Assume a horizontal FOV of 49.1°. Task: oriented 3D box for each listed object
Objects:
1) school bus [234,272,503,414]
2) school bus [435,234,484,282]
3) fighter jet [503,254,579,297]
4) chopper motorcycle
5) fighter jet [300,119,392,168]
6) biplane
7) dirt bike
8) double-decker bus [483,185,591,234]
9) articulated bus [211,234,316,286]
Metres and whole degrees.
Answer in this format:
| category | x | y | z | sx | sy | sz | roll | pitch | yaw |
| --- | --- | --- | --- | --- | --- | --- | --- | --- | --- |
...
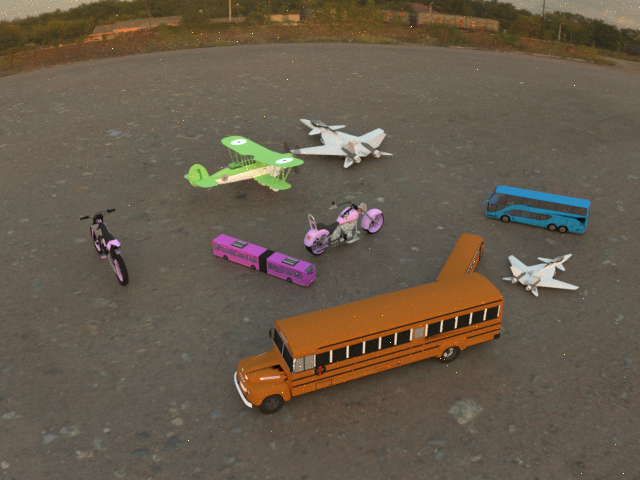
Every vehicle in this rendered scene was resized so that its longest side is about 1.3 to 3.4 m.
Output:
| category | x | y | z | sx | sy | sz | roll | pitch | yaw |
| --- | --- | --- | --- | --- | --- | --- | --- | --- | --- |
| school bus | 0.608 | 1.183 | 8.395 | 3.322 | 0.844 | 0.709 | -12 | 33 | -19 |
| school bus | 2.051 | 0.365 | 10.183 | 0.365 | 0.434 | 1.708 | 13 | 33 | 21 |
| fighter jet | 3.350 | 0.371 | 10.318 | 1.358 | 0.286 | 1.147 | -24 | 38 | -34 |
| chopper motorcycle | 0.402 | -0.270 | 10.936 | 1.563 | 0.761 | 0.466 | -22 | 37 | -33 |
| fighter jet | 0.268 | -2.257 | 14.502 | 2.229 | 0.557 | 2.640 | -18 | 35 | -28 |
| biplane | -1.338 | -1.258 | 12.394 | 2.120 | 0.981 | 2.598 | -18 | 35 | -28 |
| dirt bike | -3.153 | 0.044 | 10.311 | 0.527 | 0.857 | 1.493 | -19 | 35 | -28 |
| double-decker bus | 3.557 | -0.513 | 11.564 | 1.672 | 0.541 | 0.389 | 12 | 33 | 20 |
| articulated bus | -0.861 | 0.290 | 10.452 | 1.749 | 0.289 | 0.311 | 17 | 35 | 27 |
